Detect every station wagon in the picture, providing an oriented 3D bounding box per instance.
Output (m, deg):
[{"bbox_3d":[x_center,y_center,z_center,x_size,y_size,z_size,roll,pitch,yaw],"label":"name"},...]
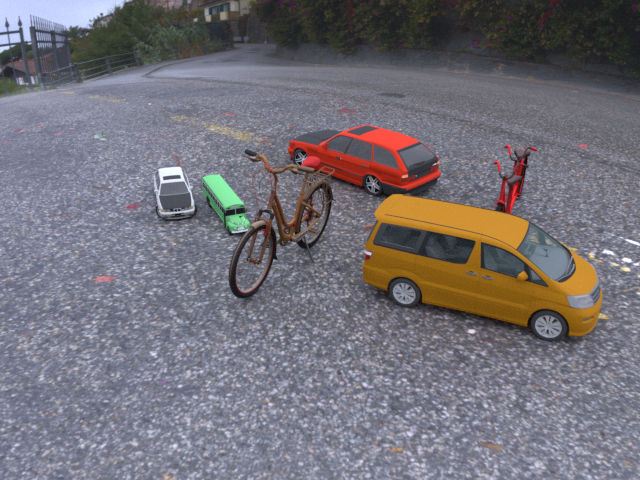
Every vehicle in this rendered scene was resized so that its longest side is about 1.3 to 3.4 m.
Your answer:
[{"bbox_3d":[-2.537,-0.853,12.102,0.682,0.473,1.597,-7,28,-14],"label":"station wagon"},{"bbox_3d":[0.744,-1.653,13.193,3.105,0.920,1.327,24,35,39],"label":"station wagon"}]

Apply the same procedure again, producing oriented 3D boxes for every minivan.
[{"bbox_3d":[2.092,0.282,9.048,3.011,1.197,1.324,12,29,22],"label":"minivan"}]

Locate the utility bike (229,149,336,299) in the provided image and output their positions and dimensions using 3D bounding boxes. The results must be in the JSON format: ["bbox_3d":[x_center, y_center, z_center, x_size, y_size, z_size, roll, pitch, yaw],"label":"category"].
[{"bbox_3d":[-0.368,-0.398,9.684,1.039,1.839,2.791,14,30,25],"label":"utility bike"}]

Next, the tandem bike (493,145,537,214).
[{"bbox_3d":[3.067,-0.871,11.192,0.550,1.326,3.192,11,29,21],"label":"tandem bike"}]

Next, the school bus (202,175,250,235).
[{"bbox_3d":[-1.571,-0.601,11.647,0.365,0.434,1.708,-11,29,-21],"label":"school bus"}]
